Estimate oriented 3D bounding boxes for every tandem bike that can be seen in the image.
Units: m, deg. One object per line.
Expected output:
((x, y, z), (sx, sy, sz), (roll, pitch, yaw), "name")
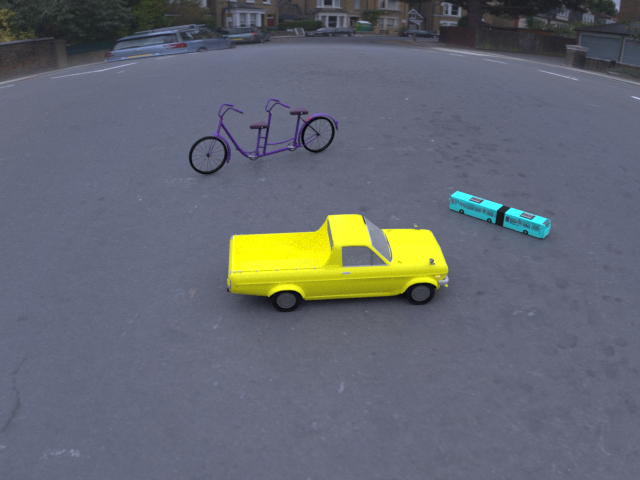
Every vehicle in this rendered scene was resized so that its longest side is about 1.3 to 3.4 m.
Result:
((-1.046, -2.117, 13.650), (3.192, 1.326, 0.550), (-15, 33, -23), "tandem bike")

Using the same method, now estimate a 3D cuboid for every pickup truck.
((0.236, 0.244, 9.932), (3.117, 0.993, 1.244), (-3, 30, -4), "pickup truck")

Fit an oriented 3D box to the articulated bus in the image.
((2.997, -0.438, 11.800), (1.749, 0.289, 0.311), (22, 37, 32), "articulated bus")
